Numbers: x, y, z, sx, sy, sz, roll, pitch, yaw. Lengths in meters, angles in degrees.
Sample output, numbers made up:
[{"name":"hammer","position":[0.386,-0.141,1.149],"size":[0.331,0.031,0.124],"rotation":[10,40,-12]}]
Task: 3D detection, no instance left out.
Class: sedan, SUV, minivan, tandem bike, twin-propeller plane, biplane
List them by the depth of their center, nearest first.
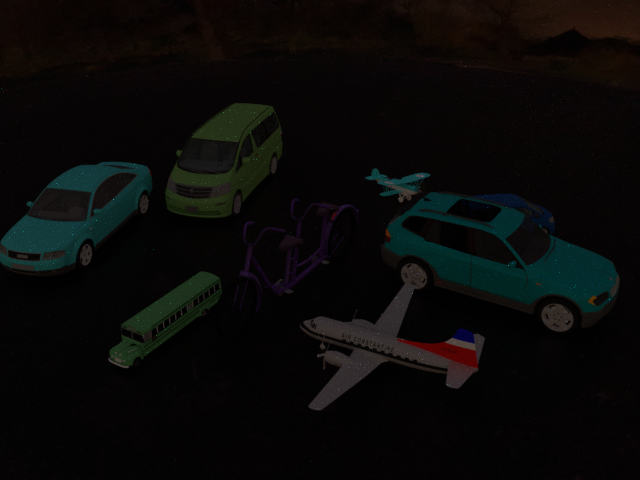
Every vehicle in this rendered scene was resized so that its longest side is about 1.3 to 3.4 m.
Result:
[{"name":"twin-propeller plane","position":[0.709,1.090,7.743],"size":[2.129,0.792,2.663],"rotation":[13,30,24]},{"name":"tandem bike","position":[-0.318,0.115,9.054],"size":[0.550,1.326,3.192],"rotation":[17,32,29]},{"name":"SUV","position":[2.309,0.175,9.151],"size":[3.058,1.128,1.276],"rotation":[16,31,28]},{"name":"sedan","position":[-3.635,-0.497,10.663],"size":[1.235,0.940,3.137],"rotation":[6,28,12]},{"name":"minivan","position":[2.847,-0.365,10.761],"size":[1.548,0.616,0.681],"rotation":[-5,28,-9]},{"name":"biplane","position":[1.318,-0.962,12.043],"size":[1.090,0.504,1.336],"rotation":[23,35,38]},{"name":"minivan","position":[-1.615,-1.428,12.191],"size":[1.324,1.197,3.011],"rotation":[7,28,14]}]

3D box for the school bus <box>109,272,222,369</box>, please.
[{"name":"school bus","position":[-1.838,0.942,8.421],"size":[0.365,0.434,1.708],"rotation":[15,31,27]}]
